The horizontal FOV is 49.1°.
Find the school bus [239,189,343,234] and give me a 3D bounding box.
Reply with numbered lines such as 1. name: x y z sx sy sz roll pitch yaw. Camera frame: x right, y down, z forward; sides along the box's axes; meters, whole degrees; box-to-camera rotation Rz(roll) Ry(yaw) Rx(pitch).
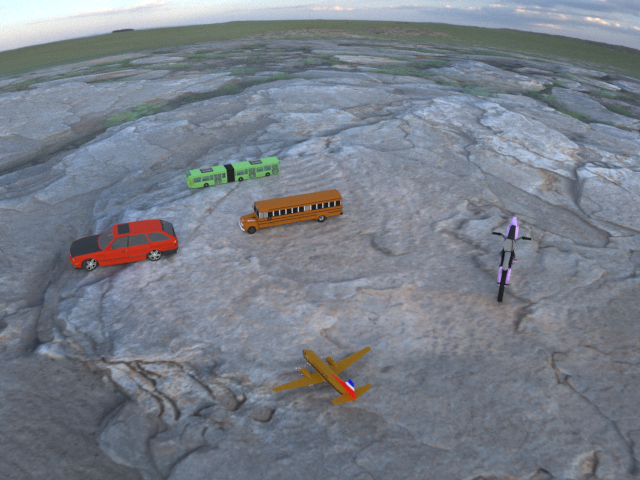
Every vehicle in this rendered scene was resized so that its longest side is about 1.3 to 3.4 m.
1. school bus: -0.479 -0.476 11.454 1.708 0.434 0.365 -10 33 -16

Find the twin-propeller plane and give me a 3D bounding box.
1. twin-propeller plane: 0.095 1.525 8.159 1.370 0.407 1.095 -19 36 -28

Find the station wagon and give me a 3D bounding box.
1. station wagon: -2.970 0.034 10.568 1.597 0.473 0.682 -9 32 -14

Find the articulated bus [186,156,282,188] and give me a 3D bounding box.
1. articulated bus: -1.575 -1.244 12.868 1.749 0.289 0.311 -12 33 -19

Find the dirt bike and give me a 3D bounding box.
1. dirt bike: 2.668 0.213 9.901 0.527 0.857 1.493 10 32 16
